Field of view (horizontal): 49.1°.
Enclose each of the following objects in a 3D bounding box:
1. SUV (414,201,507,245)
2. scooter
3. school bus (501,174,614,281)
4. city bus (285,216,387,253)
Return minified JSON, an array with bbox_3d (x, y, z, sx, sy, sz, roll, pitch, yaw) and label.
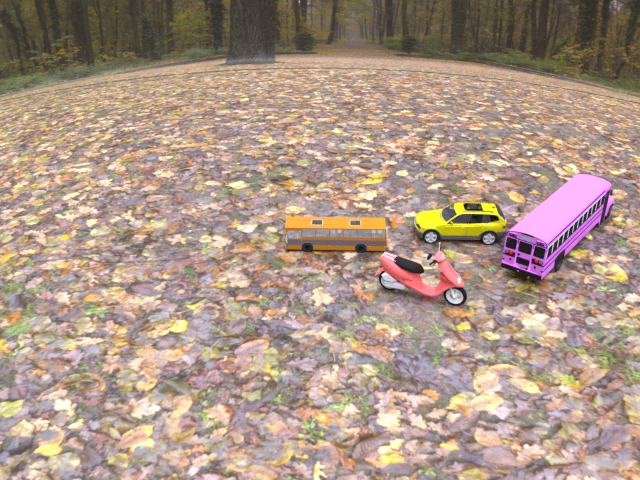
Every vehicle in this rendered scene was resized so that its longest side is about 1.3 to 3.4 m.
[{"bbox_3d":[2.392,-0.325,11.937,1.572,0.580,0.656,1,29,3],"label":"SUV"},{"bbox_3d":[1.480,0.443,10.199,1.399,0.919,0.662,12,31,21],"label":"scooter"},{"bbox_3d":[4.091,-0.332,11.677,0.709,0.844,3.322,21,35,33],"label":"school bus"},{"bbox_3d":[0.260,-0.087,11.631,1.674,0.460,0.476,1,29,2],"label":"city bus"}]
